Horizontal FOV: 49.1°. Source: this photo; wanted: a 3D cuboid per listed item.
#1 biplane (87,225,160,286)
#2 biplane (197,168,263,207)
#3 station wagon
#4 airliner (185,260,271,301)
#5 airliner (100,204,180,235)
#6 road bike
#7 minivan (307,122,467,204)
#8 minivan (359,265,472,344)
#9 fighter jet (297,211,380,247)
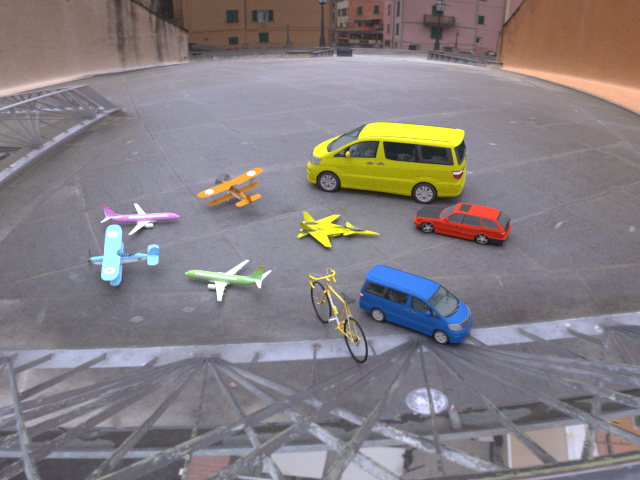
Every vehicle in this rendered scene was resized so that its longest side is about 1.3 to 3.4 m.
[{"bbox_3d":[-2.992,0.285,10.682,1.090,0.504,1.336,-5,30,-9],"label":"biplane"},{"bbox_3d":[-1.537,-0.861,12.730,1.336,0.504,1.090,-19,34,-30],"label":"biplane"},{"bbox_3d":[2.401,-0.346,11.841,1.597,0.473,0.682,12,32,21],"label":"station wagon"},{"bbox_3d":[-1.418,0.487,10.397,1.307,0.429,1.161,7,30,13],"label":"airliner"},{"bbox_3d":[-3.097,-0.465,12.099,1.307,0.429,1.161,-4,30,-7],"label":"airliner"},{"bbox_3d":[0.231,0.949,9.140,0.358,0.852,1.545,-14,32,-24],"label":"road bike"},{"bbox_3d":[1.248,-1.555,13.261,3.011,1.197,1.324,8,30,14],"label":"minivan"},{"bbox_3d":[1.314,0.857,9.545,1.548,0.616,0.681,17,33,28],"label":"minivan"},{"bbox_3d":[0.329,-0.220,11.808,1.358,0.286,1.147,4,30,8],"label":"fighter jet"}]
